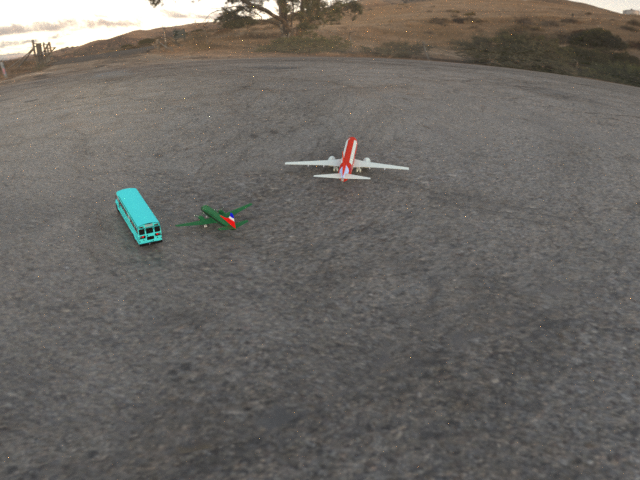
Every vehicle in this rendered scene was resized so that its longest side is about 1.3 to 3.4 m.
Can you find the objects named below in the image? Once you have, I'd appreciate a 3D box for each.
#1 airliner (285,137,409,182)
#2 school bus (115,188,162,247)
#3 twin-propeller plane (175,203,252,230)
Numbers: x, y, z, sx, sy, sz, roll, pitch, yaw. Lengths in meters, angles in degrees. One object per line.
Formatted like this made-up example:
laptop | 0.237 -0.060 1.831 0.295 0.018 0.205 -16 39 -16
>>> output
airliner | 0.515 -1.645 12.904 2.257 0.835 2.541 3 28 6
school bus | -2.880 -0.404 10.983 0.365 0.434 1.708 -13 31 -23
twin-propeller plane | -1.605 -0.395 10.994 1.370 0.407 1.095 -19 33 -32
